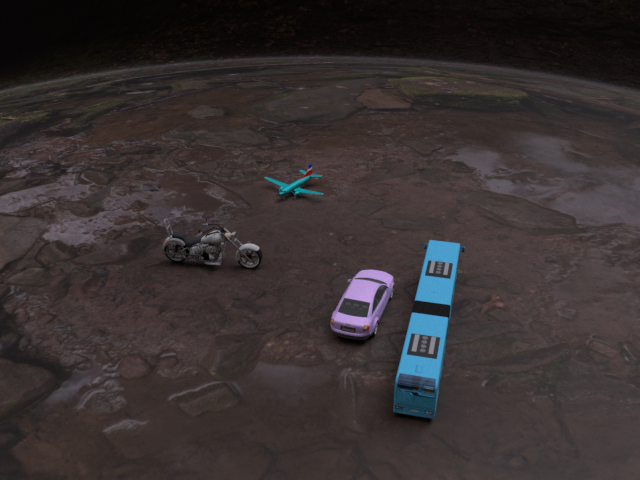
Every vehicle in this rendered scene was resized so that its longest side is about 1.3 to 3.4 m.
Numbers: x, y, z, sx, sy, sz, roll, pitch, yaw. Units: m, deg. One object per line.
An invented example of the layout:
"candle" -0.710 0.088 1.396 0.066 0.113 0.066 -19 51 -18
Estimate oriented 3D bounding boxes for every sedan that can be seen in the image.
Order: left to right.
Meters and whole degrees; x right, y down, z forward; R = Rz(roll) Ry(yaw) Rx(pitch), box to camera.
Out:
"sedan" 0.615 0.806 9.725 0.635 0.483 1.613 9 30 17

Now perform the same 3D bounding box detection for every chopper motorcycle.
"chopper motorcycle" -1.673 0.058 10.794 1.563 0.761 0.466 3 29 6

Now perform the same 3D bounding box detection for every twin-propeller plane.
"twin-propeller plane" -0.450 -1.092 13.245 1.370 0.407 1.095 18 34 30

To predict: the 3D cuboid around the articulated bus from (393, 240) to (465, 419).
"articulated bus" 1.478 1.014 9.267 0.605 0.561 3.401 7 30 12
